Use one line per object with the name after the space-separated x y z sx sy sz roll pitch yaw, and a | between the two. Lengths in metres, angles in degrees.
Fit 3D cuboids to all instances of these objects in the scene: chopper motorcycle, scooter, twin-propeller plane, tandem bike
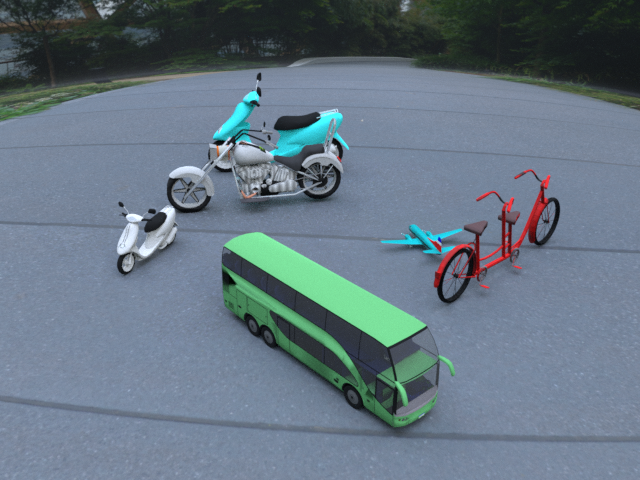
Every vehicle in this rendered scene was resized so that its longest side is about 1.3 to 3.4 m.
-1.094 -1.273 11.905 3.040 1.480 0.906 -5 27 -10 | chopper motorcycle
-0.802 -2.166 13.329 2.721 1.786 1.288 -2 27 -4 | scooter
-2.546 -0.150 10.306 0.662 0.919 1.399 12 29 23 | scooter
1.604 -0.054 10.682 1.370 0.407 1.095 -9 28 -16 | twin-propeller plane
2.595 -0.137 9.830 3.192 1.326 0.550 -24 35 -39 | tandem bike

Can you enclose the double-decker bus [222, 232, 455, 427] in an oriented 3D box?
0.030 0.938 8.007 0.756 1.052 3.251 -22 34 -36 | double-decker bus
